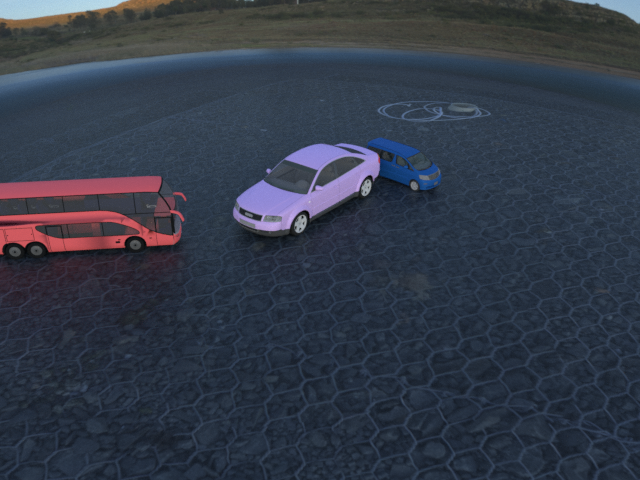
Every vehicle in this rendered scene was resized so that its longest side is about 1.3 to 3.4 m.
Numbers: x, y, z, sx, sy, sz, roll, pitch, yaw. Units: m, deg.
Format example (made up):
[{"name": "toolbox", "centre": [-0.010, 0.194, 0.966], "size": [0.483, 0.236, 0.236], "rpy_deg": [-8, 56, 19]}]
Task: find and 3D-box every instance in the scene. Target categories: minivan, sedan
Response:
[{"name": "minivan", "centre": [1.548, -1.430, 13.142], "size": [1.548, 0.616, 0.681], "rpy_deg": [24, 37, 37]}, {"name": "sedan", "centre": [-0.172, -1.011, 12.053], "size": [1.235, 0.940, 3.137], "rpy_deg": [21, 35, 33]}]

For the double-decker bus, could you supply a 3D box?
[{"name": "double-decker bus", "centre": [-3.719, -0.370, 10.781], "size": [3.251, 1.052, 0.756], "rpy_deg": [-3, 29, -6]}]
